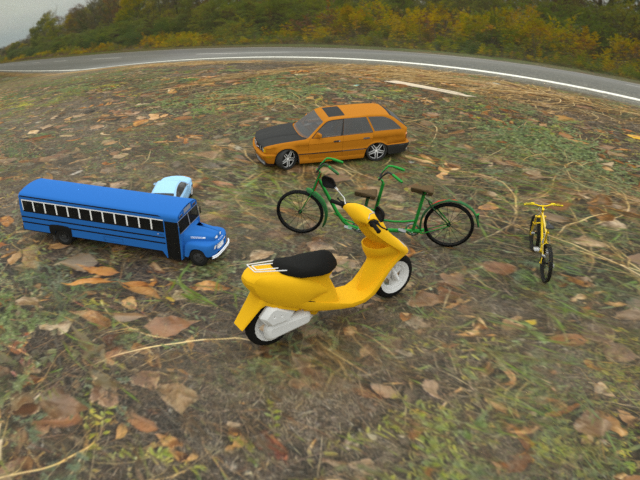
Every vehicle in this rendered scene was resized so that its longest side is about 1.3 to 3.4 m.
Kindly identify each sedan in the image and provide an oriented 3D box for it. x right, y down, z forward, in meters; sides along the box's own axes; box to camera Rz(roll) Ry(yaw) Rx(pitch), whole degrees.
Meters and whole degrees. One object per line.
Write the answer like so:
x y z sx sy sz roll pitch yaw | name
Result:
-2.605 -0.790 12.106 0.635 0.483 1.613 1 29 2 | sedan

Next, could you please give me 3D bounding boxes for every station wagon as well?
0.189 -2.157 14.103 3.105 0.920 1.327 -7 30 -12 | station wagon

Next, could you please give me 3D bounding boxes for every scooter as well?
0.138 0.272 8.873 2.721 1.786 1.288 -18 34 -29 | scooter

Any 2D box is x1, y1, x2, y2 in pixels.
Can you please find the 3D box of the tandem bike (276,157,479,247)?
0.869 -0.573 10.855 3.192 1.326 0.550 5 30 9 | tandem bike

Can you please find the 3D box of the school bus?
-3.038 -0.313 10.884 3.322 0.844 0.709 8 30 14 | school bus

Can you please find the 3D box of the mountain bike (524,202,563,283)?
3.285 -0.025 10.345 0.573 0.868 1.469 2 29 4 | mountain bike
